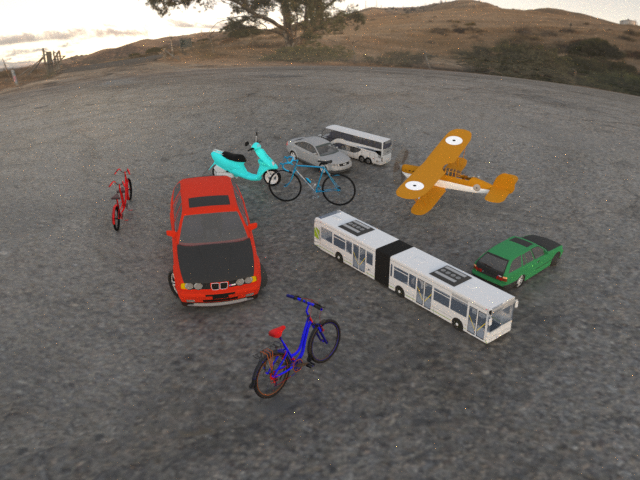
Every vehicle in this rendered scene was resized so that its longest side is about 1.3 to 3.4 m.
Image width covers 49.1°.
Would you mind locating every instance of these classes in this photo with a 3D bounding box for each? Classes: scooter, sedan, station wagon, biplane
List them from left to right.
[{"bbox_3d":[-1.591,-0.132,10.266,1.327,0.920,3.105,-5,27,-10],"label":"station wagon"},{"bbox_3d":[-1.397,-1.477,12.915,1.399,0.919,0.662,6,28,12],"label":"scooter"},{"bbox_3d":[-0.024,-1.745,13.923,0.635,0.483,1.613,-21,33,-35],"label":"sedan"},{"bbox_3d":[2.256,-1.018,11.942,2.120,0.981,2.598,15,31,27],"label":"biplane"},{"bbox_3d":[2.881,0.223,10.060,1.597,0.473,0.682,-23,35,-37],"label":"station wagon"}]

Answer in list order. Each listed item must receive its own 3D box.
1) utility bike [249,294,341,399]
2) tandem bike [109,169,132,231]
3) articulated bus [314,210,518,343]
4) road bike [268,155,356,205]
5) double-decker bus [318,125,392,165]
[{"bbox_3d":[-0.291,1.126,7.762,0.535,0.946,1.435,23,35,37],"label":"utility bike"},{"bbox_3d":[-3.320,-0.733,11.711,0.283,0.682,1.642,-2,27,-4],"label":"tandem bike"},{"bbox_3d":[1.153,0.401,9.613,0.605,0.561,3.401,-20,33,-34],"label":"articulated bus"},{"bbox_3d":[-0.144,-1.021,12.091,1.545,0.852,0.358,5,27,9],"label":"road bike"},{"bbox_3d":[0.699,-1.949,14.261,1.672,0.541,0.389,21,34,35],"label":"double-decker bus"}]
